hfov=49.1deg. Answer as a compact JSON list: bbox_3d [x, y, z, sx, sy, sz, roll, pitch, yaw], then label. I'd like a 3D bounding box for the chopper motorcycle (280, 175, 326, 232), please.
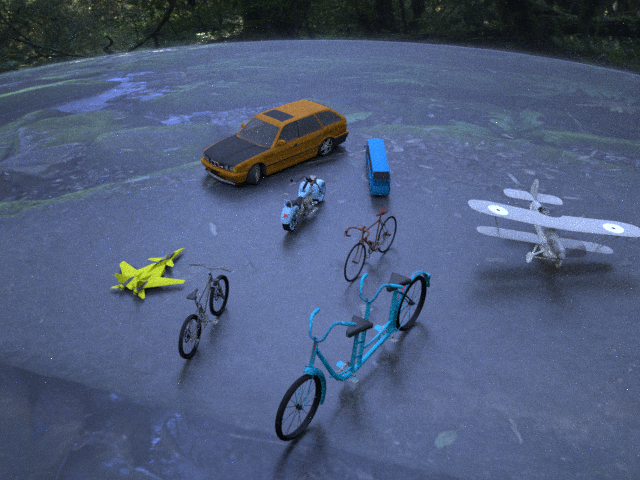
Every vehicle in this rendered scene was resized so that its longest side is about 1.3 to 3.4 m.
[{"bbox_3d":[-0.255,-0.728,11.680,0.466,0.761,1.563,12,33,19],"label":"chopper motorcycle"}]

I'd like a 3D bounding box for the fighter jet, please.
[{"bbox_3d":[-2.418,0.362,10.322,1.147,0.286,1.358,15,34,23],"label":"fighter jet"}]

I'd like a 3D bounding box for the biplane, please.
[{"bbox_3d":[3.466,-0.244,10.657,2.598,0.981,2.120,1,31,2],"label":"biplane"}]

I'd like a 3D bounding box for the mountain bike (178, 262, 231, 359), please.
[{"bbox_3d":[-1.477,0.839,8.960,0.573,0.868,1.469,8,32,14],"label":"mountain bike"}]

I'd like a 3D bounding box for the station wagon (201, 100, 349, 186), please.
[{"bbox_3d":[-0.852,-1.985,13.622,1.327,0.920,3.105,27,40,37],"label":"station wagon"}]

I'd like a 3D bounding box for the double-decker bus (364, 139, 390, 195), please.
[{"bbox_3d":[1.064,-1.388,12.994,0.389,0.541,1.672,0,31,0],"label":"double-decker bus"}]

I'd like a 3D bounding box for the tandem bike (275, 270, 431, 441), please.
[{"bbox_3d":[0.502,1.054,8.155,0.550,1.326,3.192,21,37,31],"label":"tandem bike"}]

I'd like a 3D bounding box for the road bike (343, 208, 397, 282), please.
[{"bbox_3d":[0.770,0.010,10.360,0.358,0.852,1.545,19,36,28],"label":"road bike"}]
